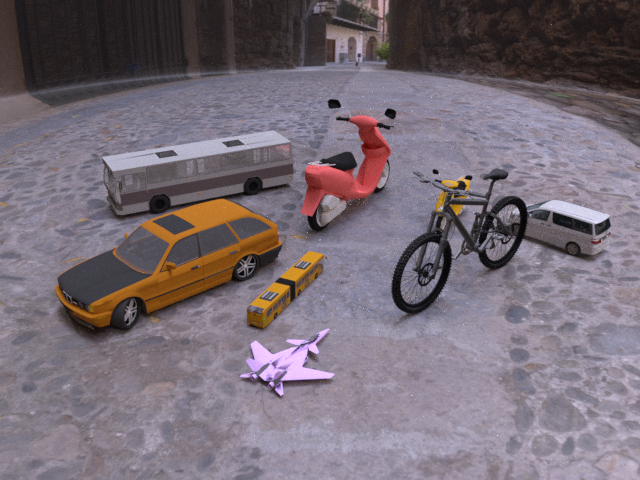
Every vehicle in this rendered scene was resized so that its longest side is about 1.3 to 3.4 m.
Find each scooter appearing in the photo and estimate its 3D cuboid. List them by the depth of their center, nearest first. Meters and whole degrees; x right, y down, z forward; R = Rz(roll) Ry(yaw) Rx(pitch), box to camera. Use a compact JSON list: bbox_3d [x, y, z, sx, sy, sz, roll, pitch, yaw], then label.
[{"bbox_3d":[2.174,-0.724,11.431,0.662,0.919,1.399,13,29,25],"label":"scooter"},{"bbox_3d":[0.516,-1.314,11.649,1.288,1.786,2.721,16,30,29],"label":"scooter"}]

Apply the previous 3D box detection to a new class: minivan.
[{"bbox_3d":[3.675,-0.265,10.841,1.548,0.616,0.681,24,35,39],"label":"minivan"}]

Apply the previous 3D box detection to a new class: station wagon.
[{"bbox_3d":[-2.016,0.206,9.538,3.105,0.920,1.327,-22,34,-37],"label":"station wagon"}]

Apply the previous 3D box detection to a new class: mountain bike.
[{"bbox_3d":[1.955,-0.110,9.311,2.857,1.688,1.114,-22,34,-37],"label":"mountain bike"}]

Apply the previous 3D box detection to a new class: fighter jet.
[{"bbox_3d":[-0.270,1.264,8.104,1.147,0.286,1.358,17,31,31],"label":"fighter jet"}]

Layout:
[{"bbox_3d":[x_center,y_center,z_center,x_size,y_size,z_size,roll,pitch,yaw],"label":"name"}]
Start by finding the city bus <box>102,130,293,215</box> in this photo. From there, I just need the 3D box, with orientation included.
[{"bbox_3d":[-2.103,-1.192,12.411,3.255,0.894,0.926,-13,29,-25],"label":"city bus"}]

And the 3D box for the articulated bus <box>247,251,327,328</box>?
[{"bbox_3d":[-0.423,0.629,9.393,0.311,0.289,1.749,12,29,23],"label":"articulated bus"}]
